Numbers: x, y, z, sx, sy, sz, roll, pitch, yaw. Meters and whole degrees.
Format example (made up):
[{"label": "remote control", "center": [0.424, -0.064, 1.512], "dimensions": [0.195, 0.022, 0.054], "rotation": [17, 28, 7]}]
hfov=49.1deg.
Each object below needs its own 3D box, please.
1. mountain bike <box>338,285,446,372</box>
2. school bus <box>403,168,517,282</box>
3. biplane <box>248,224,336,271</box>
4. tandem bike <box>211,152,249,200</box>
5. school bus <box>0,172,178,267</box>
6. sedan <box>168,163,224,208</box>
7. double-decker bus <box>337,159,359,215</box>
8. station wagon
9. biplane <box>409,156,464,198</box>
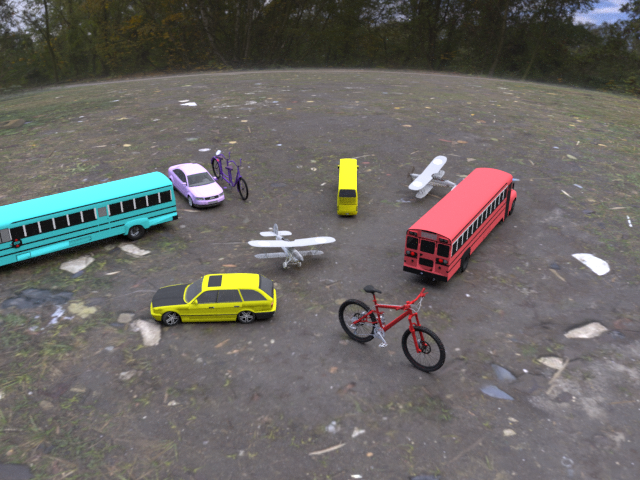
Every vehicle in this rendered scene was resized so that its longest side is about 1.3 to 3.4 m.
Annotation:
[{"label": "mountain bike", "center": [0.802, 0.956, 8.035], "dimensions": [1.469, 0.868, 0.573], "rotation": [20, 32, 35]}, {"label": "school bus", "center": [2.272, -0.361, 10.734], "dimensions": [0.709, 0.844, 3.322], "rotation": [15, 30, 27]}, {"label": "biplane", "center": [-0.458, 0.085, 10.214], "dimensions": [1.336, 0.504, 1.090], "rotation": [-12, 29, -23]}, {"label": "tandem bike", "center": [-1.663, -1.259, 12.740], "dimensions": [0.283, 0.682, 1.642], "rotation": [-14, 30, -27]}, {"label": "school bus", "center": [-3.809, -0.250, 10.509], "dimensions": [3.322, 0.844, 0.709], "rotation": [-18, 31, -32]}, {"label": "sedan", "center": [-2.227, -1.037, 12.514], "dimensions": [0.635, 0.483, 1.613], "rotation": [-14, 30, -27]}, {"label": "double-decker bus", "center": [0.488, -0.962, 12.297], "dimensions": [0.389, 0.541, 1.672], "rotation": [1, 26, 2]}, {"label": "station wagon", "center": [-1.362, 0.724, 8.952], "dimensions": [1.597, 0.473, 0.682], "rotation": [-2, 26, -3]}, {"label": "biplane", "center": [2.074, -1.040, 12.496], "dimensions": [1.090, 0.504, 1.336], "rotation": [15, 30, 28]}]
